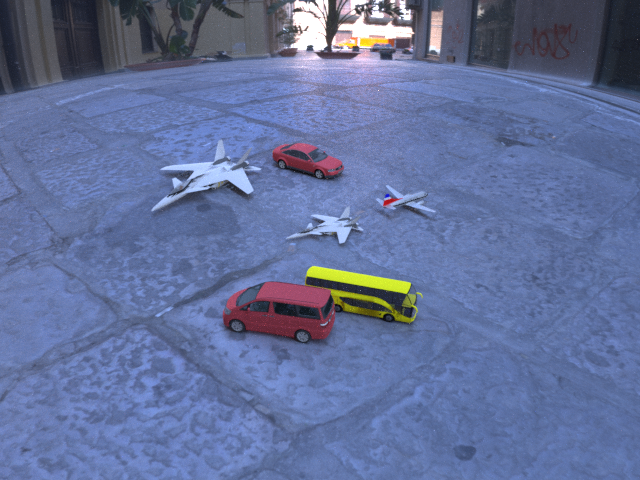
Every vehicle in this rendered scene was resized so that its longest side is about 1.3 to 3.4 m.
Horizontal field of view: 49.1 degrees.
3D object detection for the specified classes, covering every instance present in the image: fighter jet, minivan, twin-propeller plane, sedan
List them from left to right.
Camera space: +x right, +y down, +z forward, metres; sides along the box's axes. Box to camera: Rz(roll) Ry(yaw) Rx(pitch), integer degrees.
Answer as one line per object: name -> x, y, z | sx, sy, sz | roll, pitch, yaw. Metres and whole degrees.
fighter jet -> -2.365, -1.222, 13.566 | 2.229, 0.557, 2.640 | 17, 33, 27
minivan -> -0.580, 0.937, 9.637 | 1.548, 0.616, 0.681 | 7, 30, 13
sedan -> -0.249, -1.687, 14.476 | 1.613, 0.483, 0.635 | 18, 34, 29
fighter jet -> 0.026, -0.240, 12.085 | 1.358, 0.286, 1.147 | -13, 32, -22
twin-propeller plane -> 1.588, -0.776, 12.922 | 1.095, 0.407, 1.370 | -18, 34, -29

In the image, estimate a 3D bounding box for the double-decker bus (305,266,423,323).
double-decker bus -> 0.605, 0.782, 9.990 | 1.672, 0.541, 0.389 | 9, 30, 16
